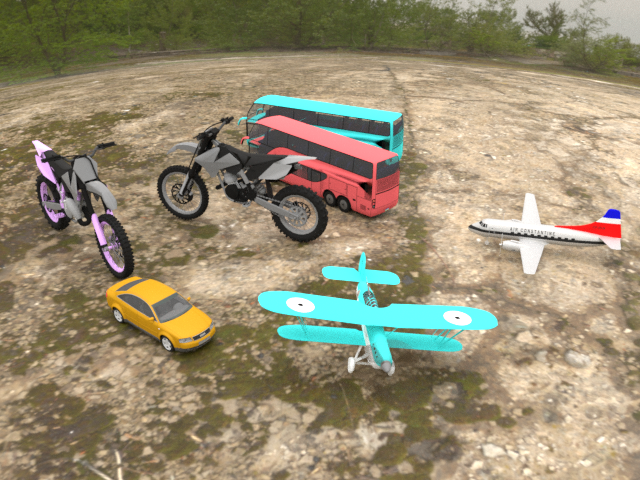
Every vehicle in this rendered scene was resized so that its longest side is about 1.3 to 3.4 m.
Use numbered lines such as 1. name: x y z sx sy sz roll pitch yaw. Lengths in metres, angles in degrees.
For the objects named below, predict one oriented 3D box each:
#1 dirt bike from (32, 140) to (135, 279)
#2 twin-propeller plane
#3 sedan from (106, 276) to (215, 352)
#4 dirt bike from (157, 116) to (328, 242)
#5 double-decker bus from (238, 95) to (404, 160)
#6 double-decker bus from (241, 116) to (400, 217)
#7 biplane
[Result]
1. dirt bike: -3.430 -0.586 9.933 1.024 1.666 2.903 -23 35 -36
2. twin-propeller plane: 3.228 -0.184 10.107 2.129 0.792 2.663 7 28 13
3. sedan: -1.949 0.837 8.492 1.613 0.483 0.635 21 34 35
4. dirt bike: -1.240 -0.890 10.513 2.903 1.666 1.024 10 29 19
5. double-decker bus: -0.001 -2.089 13.462 3.251 1.052 0.756 13 30 23
6. double-decker bus: -0.052 -1.339 12.031 0.756 1.052 3.251 -25 36 -38
7. biplane: 0.621 0.852 7.926 2.598 0.981 2.120 -2 28 -4
